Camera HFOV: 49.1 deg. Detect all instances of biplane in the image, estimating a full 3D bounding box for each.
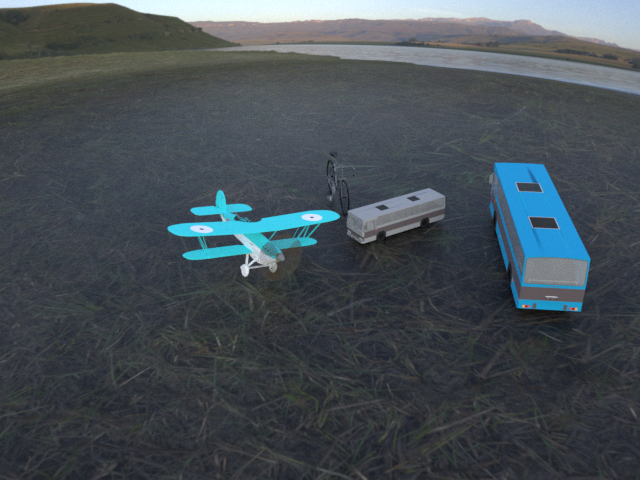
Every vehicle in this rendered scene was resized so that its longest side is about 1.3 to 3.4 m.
[{"bbox_3d":[-1.015,-0.126,10.088,2.598,0.981,2.120,-16,31,-28],"label":"biplane"}]

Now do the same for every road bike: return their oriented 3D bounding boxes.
[{"bbox_3d":[0.301,-1.032,11.982,0.358,0.852,1.545,-6,28,-11],"label":"road bike"}]

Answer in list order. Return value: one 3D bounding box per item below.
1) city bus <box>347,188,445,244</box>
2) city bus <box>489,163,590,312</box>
[{"bbox_3d":[1.224,-0.377,11.141,1.674,0.460,0.476,-17,32,-29],"label":"city bus"},{"bbox_3d":[3.075,-0.122,10.174,0.926,0.894,3.255,3,27,5],"label":"city bus"}]
